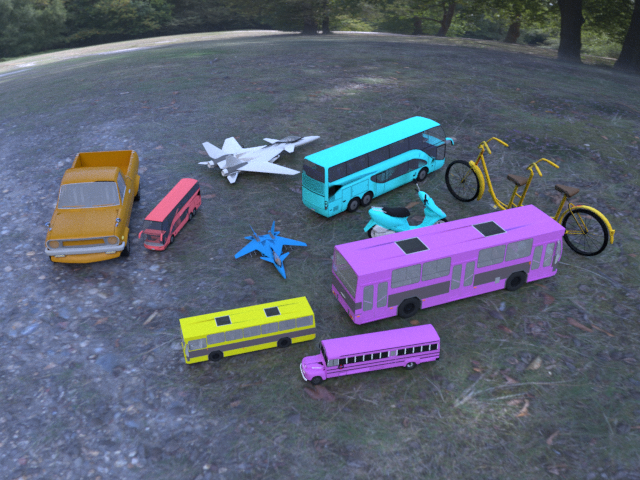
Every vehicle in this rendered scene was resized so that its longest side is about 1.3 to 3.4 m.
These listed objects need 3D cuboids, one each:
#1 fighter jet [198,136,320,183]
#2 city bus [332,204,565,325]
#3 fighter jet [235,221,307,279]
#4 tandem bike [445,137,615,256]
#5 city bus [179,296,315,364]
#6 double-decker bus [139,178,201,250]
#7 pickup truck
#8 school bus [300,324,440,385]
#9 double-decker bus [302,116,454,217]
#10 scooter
[{"bbox_3d":[-1.002,-1.864,13.831,2.640,0.557,2.229,-24,39,-34],"label":"fighter jet"},{"bbox_3d":[1.819,0.338,9.859,3.255,0.894,0.926,-12,33,-18],"label":"city bus"},{"bbox_3d":[-0.724,0.157,10.747,1.147,0.286,1.358,-10,33,-16],"label":"fighter jet"},{"bbox_3d":[3.291,-0.786,11.303,0.550,1.326,3.192,-25,39,-35],"label":"tandem bike"},{"bbox_3d":[-0.916,1.156,8.925,1.674,0.460,0.476,-9,32,-15],"label":"city bus"},{"bbox_3d":[-2.415,-0.422,11.458,0.389,0.541,1.672,7,32,12],"label":"double-decker bus"},{"bbox_3d":[-3.679,-0.727,11.527,1.244,0.993,3.117,-4,31,-7],"label":"pickup truck"},{"bbox_3d":[0.608,1.390,8.563,1.708,0.434,0.365,-7,32,-11],"label":"school bus"},{"bbox_3d":[1.073,-1.380,12.552,3.251,1.052,0.756,-25,39,-35],"label":"double-decker bus"},{"bbox_3d":[1.394,-0.421,11.092,1.399,0.919,0.662,-5,32,-8],"label":"scooter"}]
